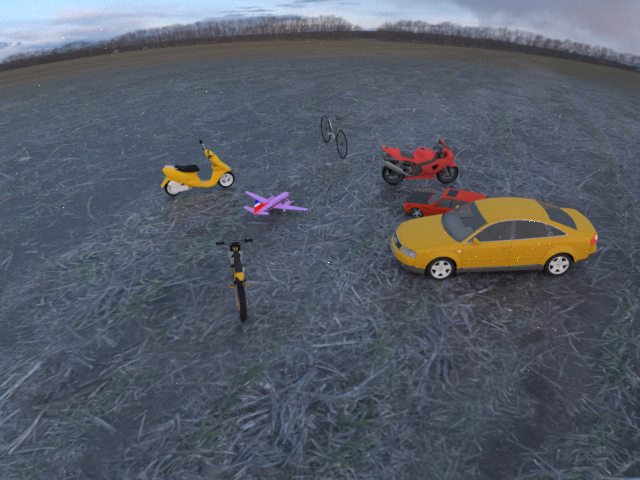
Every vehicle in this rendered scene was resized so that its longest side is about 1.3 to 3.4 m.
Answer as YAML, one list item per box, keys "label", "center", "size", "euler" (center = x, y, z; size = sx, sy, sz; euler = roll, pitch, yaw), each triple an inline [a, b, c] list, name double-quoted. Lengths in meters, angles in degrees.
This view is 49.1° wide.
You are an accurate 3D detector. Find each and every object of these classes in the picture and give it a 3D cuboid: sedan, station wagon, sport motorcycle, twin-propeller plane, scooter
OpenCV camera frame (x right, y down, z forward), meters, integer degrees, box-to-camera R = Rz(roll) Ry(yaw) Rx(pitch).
- label: "sedan"
  center: [2.672, -0.101, 10.825]
  size: [3.137, 0.940, 1.235]
  euler: [-2, 29, -4]
- label: "station wagon"
  center: [2.266, -0.615, 12.234]
  size: [1.597, 0.473, 0.682]
  euler: [11, 31, 20]
- label: "sport motorcycle"
  center: [1.913, -1.459, 13.398]
  size: [1.520, 0.821, 0.506]
  euler: [-1, 29, -2]
- label: "twin-propeller plane"
  center: [-0.843, -0.695, 12.446]
  size: [1.370, 0.407, 1.095]
  euler: [17, 33, 28]
- label: "scooter"
  center: [-2.284, -1.319, 13.045]
  size: [1.399, 0.919, 0.662]
  euler: [-11, 31, -19]

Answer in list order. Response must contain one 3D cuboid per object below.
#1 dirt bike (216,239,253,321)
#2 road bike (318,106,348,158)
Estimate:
- label: "dirt bike"
  center: [-1.169, 0.461, 9.896]
  size: [0.527, 0.857, 1.493]
  euler: [-6, 29, -10]
- label: "road bike"
  center: [0.291, -2.329, 14.937]
  size: [0.358, 0.852, 1.545]
  euler: [-10, 31, -18]
